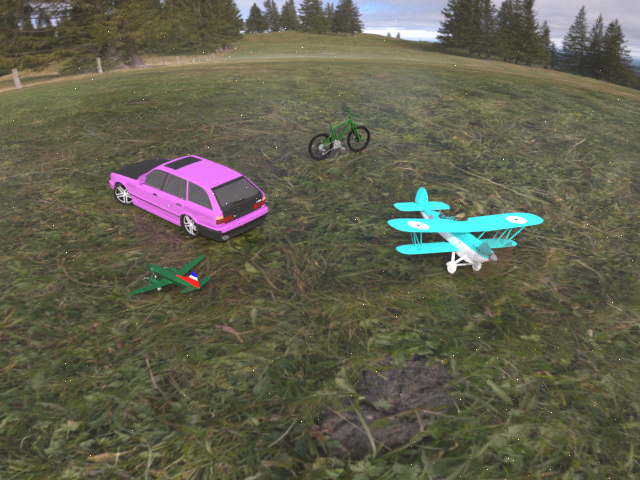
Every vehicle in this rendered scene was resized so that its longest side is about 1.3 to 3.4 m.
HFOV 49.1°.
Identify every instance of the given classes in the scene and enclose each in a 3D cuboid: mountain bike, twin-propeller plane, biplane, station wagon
[{"bbox_3d":[0.409,-2.119,14.208,1.469,0.868,0.573,-16,32,-27],"label":"mountain bike"},{"bbox_3d":[-2.068,0.480,9.812,1.095,0.407,1.370,20,34,33],"label":"twin-propeller plane"},{"bbox_3d":[1.999,-0.156,10.398,2.598,0.981,2.120,-12,30,-21],"label":"biplane"},{"bbox_3d":[-2.323,-0.912,11.883,3.105,0.920,1.327,22,35,35],"label":"station wagon"}]
